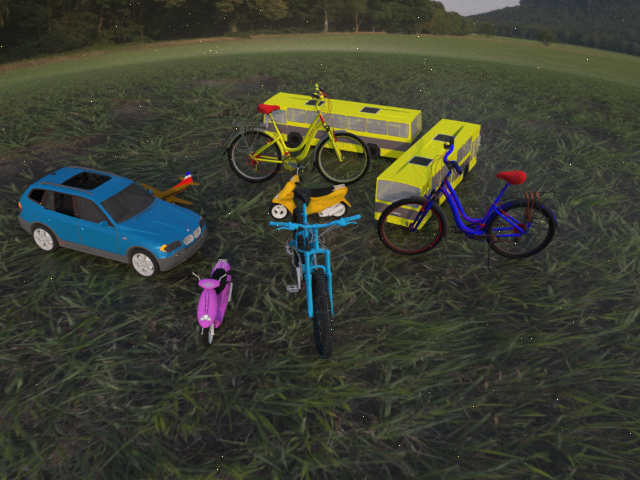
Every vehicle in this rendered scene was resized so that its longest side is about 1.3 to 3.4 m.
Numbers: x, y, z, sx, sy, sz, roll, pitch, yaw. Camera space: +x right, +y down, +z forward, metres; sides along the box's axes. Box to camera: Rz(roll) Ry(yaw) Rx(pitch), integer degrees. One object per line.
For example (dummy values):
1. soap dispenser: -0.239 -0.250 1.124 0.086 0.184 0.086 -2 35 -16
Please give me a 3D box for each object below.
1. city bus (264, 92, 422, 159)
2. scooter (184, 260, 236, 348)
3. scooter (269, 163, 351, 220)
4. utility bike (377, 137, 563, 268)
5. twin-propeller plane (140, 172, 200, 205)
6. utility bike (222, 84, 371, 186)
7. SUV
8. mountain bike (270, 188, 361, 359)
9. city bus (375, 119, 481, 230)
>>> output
1. city bus: 0.450 -2.379 14.716 3.255 0.894 0.926 12 31 20
2. scooter: -1.389 0.688 9.240 0.662 0.919 1.399 2 29 4
3. scooter: -0.171 -0.770 11.832 1.399 0.919 0.662 -2 29 -4
4. utility bike: 2.261 -0.460 10.341 2.791 1.839 1.039 1 29 3
5. twin-propeller plane: -2.696 -0.895 12.576 1.370 0.407 1.095 21 36 33
6. utility bike: -0.442 -1.931 12.958 2.791 1.839 1.039 2 29 4
7. SUV: -3.262 -0.380 10.924 3.058 1.128 1.276 12 32 20
8. mountain bike: -0.138 0.235 9.260 1.114 1.688 2.857 -5 30 -8
9. city bus: 2.019 -1.232 12.678 0.926 0.894 3.255 15 32 24
